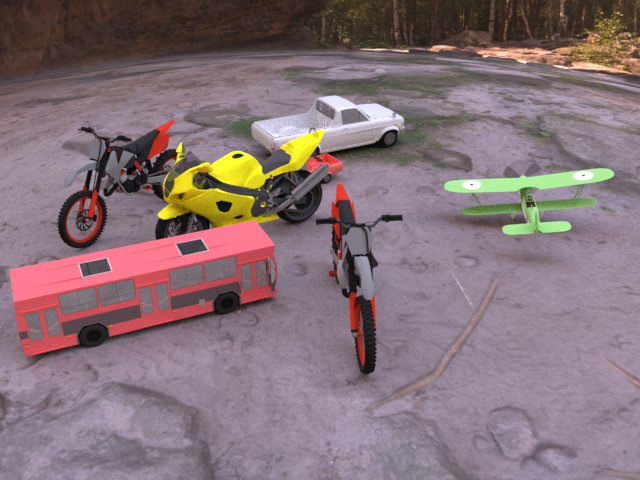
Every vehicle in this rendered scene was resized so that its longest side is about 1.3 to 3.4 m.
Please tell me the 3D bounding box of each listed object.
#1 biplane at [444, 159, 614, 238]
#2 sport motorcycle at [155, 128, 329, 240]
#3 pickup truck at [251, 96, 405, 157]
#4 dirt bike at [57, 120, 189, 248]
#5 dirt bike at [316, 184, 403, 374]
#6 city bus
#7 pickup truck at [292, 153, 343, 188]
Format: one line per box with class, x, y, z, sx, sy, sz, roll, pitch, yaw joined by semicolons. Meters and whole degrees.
biplane;3.274;-0.565;11.095;2.598;0.981;2.120;4;29;7
sport motorcycle;-1.177;-0.762;10.814;2.955;1.596;0.983;-18;34;-29
pickup truck;0.192;-2.347;14.294;3.117;0.993;1.244;-14;32;-24
dirt bike;-3.104;-1.050;11.261;1.024;1.666;2.903;16;33;26
dirt bike;0.422;0.297;8.832;1.024;1.666;2.903;-3;29;-5
city bus;-2.204;0.602;9.079;3.255;0.894;0.926;-12;31;-21
pickup truck;-0.364;-1.287;12.880;1.603;0.511;0.640;-17;33;-28
